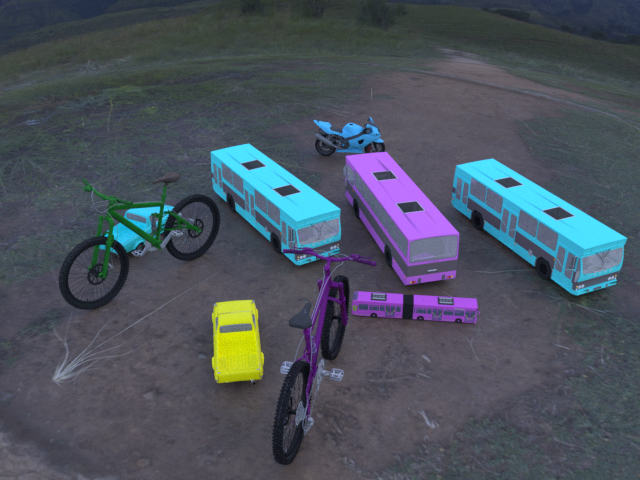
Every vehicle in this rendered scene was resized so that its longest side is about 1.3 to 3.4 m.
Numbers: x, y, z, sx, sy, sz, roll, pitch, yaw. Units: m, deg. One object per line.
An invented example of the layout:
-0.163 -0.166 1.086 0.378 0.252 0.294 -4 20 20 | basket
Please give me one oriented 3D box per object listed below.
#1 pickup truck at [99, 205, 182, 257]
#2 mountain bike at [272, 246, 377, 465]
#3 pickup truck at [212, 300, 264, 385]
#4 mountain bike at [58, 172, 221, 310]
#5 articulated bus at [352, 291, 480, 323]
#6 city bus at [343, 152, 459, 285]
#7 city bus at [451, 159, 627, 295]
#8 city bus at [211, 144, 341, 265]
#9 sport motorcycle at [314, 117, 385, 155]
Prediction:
-3.005 -0.235 11.658 0.640 0.511 1.603 14 32 23 | pickup truck
-0.035 1.145 8.018 1.114 1.688 2.857 8 30 14 | mountain bike
-1.077 1.247 9.034 0.640 0.511 1.603 -4 30 -7 | pickup truck
-2.582 -0.126 10.269 1.114 1.688 2.857 23 37 35 | mountain bike
1.329 0.941 9.802 1.749 0.289 0.311 3 30 6 | articulated bus
1.244 -0.421 11.597 0.926 0.894 3.255 -7 30 -13 | city bus
3.386 -0.285 11.355 0.926 0.894 3.255 -12 32 -21 | city bus
-0.847 -0.665 12.029 0.926 0.894 3.255 -17 33 -27 | city bus
0.617 -2.138 14.711 1.520 0.821 0.506 4 30 7 | sport motorcycle
